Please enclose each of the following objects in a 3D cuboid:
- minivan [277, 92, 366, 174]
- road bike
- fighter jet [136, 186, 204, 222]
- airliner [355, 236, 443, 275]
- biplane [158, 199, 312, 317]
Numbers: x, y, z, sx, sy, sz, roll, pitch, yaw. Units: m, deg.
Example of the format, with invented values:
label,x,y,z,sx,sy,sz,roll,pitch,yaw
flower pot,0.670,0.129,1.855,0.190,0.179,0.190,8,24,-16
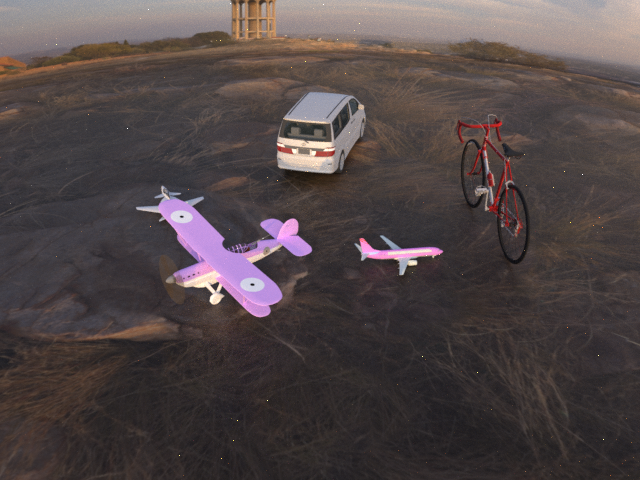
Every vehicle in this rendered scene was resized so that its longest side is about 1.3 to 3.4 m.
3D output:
label,x,y,z,sx,sy,sz,roll,pitch,yaw
minivan,0.098,-2.273,13.826,1.324,1.197,3.011,8,30,13
road bike,2.687,-0.887,10.859,0.696,1.656,3.004,-4,29,-6
fighter jet,-2.592,-0.742,12.008,1.147,0.286,1.358,-11,31,-19
airliner,1.194,0.117,10.315,1.307,0.429,1.161,-5,29,-8
biplane,-1.119,0.251,9.505,2.120,0.981,2.598,-22,36,-33
